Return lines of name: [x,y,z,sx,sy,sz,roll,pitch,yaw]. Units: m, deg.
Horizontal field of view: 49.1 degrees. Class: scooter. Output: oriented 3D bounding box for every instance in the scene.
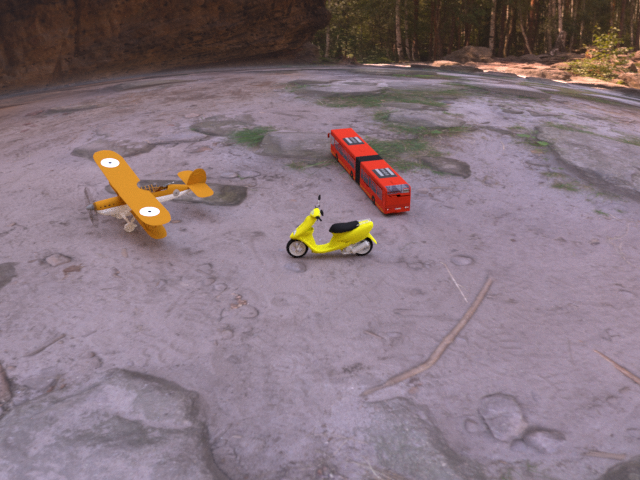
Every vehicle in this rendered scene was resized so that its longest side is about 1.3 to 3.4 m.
scooter: [0.177,-0.156,10.683,1.399,0.919,0.662,-2,27,-3]

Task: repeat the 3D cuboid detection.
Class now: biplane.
biplane: [-2.848,-0.727,11.728,2.120,0.981,2.598,-17,32,-30]

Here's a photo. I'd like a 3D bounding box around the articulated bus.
articulated bus: [0.894,-1.406,13.512,0.605,0.561,3.401,-7,28,-14]
